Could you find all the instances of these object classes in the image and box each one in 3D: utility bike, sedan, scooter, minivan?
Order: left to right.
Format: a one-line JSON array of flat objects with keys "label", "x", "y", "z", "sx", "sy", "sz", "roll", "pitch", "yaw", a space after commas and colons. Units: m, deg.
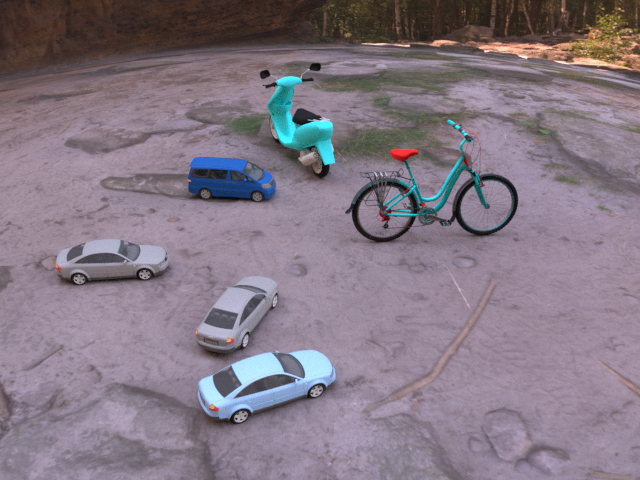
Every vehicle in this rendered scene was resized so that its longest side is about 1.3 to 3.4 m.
[{"label": "sedan", "x": -3.042, "y": 0.269, "z": 10.267, "sx": 1.613, "sy": 0.483, "sz": 0.635, "roll": -4, "pitch": 30, "yaw": -6}, {"label": "minivan", "x": -1.566, "y": -1.104, "z": 12.513, "sx": 1.548, "sy": 0.616, "sz": 0.681, "roll": 3, "pitch": 30, "yaw": 6}, {"label": "sedan", "x": -1.053, "y": 0.885, "z": 9.200, "sx": 0.635, "sy": 0.483, "sz": 1.613, "roll": 11, "pitch": 32, "yaw": 18}, {"label": "sedan", "x": -0.588, "y": 1.583, "z": 7.991, "sx": 1.613, "sy": 0.483, "sz": 0.635, "roll": -13, "pitch": 33, "yaw": -22}, {"label": "scooter", "x": -0.422, "y": -2.403, "z": 13.593, "sx": 1.288, "sy": 1.786, "sz": 2.721, "roll": -14, "pitch": 33, "yaw": -23}, {"label": "utility bike", "x": 1.761, "y": -0.894, "z": 10.925, "sx": 2.791, "sy": 1.839, "sz": 1.039, "roll": -3, "pitch": 30, "yaw": -6}]
